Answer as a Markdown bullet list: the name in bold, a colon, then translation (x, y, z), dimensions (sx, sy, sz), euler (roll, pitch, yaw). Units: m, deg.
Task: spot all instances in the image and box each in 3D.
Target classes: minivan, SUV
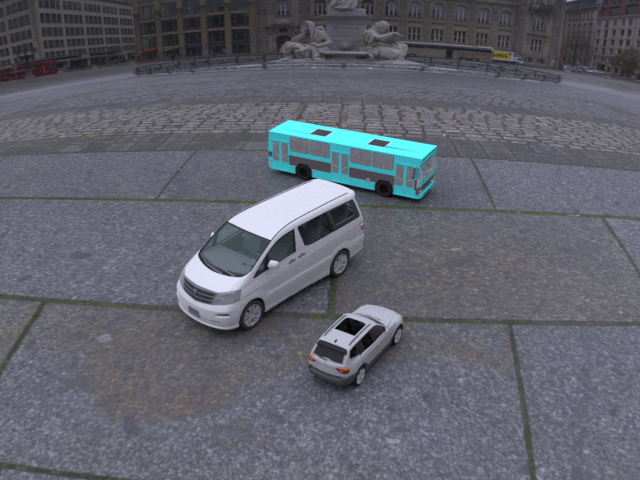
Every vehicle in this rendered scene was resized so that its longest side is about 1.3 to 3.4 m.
- **minivan**: translation (-0.665, 0.136, 10.037), dimensions (1.324, 1.197, 3.011), euler (22, 35, 36)
- **SUV**: translation (0.469, 1.205, 8.675), dimensions (0.656, 0.580, 1.572), euler (17, 32, 28)

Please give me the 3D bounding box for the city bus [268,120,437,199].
- **city bus**: translation (0.582, -1.553, 13.556), dimensions (3.255, 0.894, 0.926), euler (14, 31, 25)
